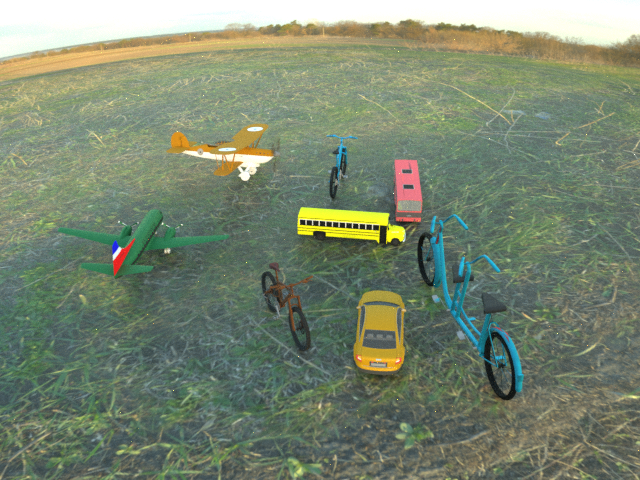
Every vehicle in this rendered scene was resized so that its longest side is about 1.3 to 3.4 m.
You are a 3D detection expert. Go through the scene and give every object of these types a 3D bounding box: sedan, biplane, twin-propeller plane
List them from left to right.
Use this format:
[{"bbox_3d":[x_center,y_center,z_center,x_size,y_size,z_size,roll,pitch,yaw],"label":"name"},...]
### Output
[{"bbox_3d":[-2.717,-0.065,10.470,2.663,0.792,2.129,3,30,4],"label":"twin-propeller plane"},{"bbox_3d":[-1.759,-1.664,13.074,2.120,0.981,2.598,6,30,10],"label":"biplane"},{"bbox_3d":[0.760,1.067,8.802,0.635,0.483,1.613,3,30,5],"label":"sedan"}]

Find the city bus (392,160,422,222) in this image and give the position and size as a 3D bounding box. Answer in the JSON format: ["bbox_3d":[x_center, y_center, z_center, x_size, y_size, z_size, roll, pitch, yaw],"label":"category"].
[{"bbox_3d":[1.515,-0.857,12.189,0.476,0.460,1.674,2,30,3],"label":"city bus"}]

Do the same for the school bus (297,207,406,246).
[{"bbox_3d":[0.505,-0.223,11.106,1.708,0.434,0.365,4,30,7],"label":"school bus"}]

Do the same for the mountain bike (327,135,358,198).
[{"bbox_3d":[0.344,-1.375,12.684,0.573,0.868,1.469,6,30,10],"label":"mountain bike"}]

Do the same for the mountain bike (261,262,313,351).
[{"bbox_3d":[-0.459,0.764,8.945,0.573,0.868,1.469,-14,33,-23],"label":"mountain bike"}]

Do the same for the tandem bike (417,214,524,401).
[{"bbox_3d":[1.787,0.629,8.720,0.550,1.326,3.192,-6,30,-11],"label":"tandem bike"}]
